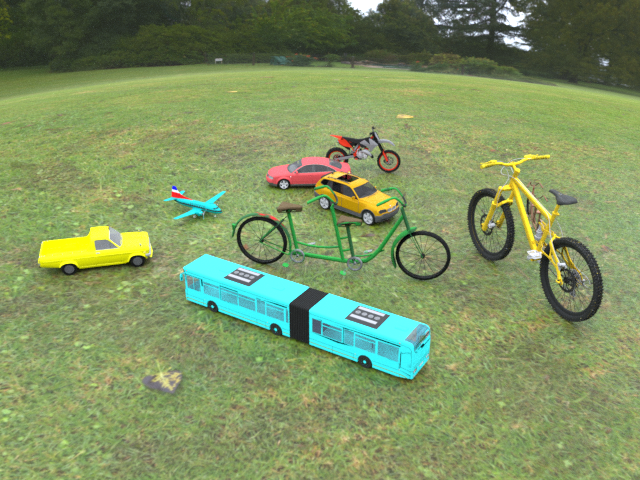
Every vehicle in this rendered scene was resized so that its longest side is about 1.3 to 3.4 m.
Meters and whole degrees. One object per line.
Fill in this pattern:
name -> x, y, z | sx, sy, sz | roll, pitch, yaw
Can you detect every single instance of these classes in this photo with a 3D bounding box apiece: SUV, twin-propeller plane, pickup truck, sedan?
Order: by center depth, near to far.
pickup truck -> -3.307, 0.111, 10.338 | 1.603, 0.511, 0.640 | -7, 27, -13
twin-propeller plane -> -2.125, -0.654, 12.000 | 1.095, 0.407, 1.370 | 14, 30, 26
SUV -> 0.617, -0.758, 12.015 | 1.572, 0.580, 0.656 | 22, 34, 37
sedan -> -0.210, -1.288, 13.194 | 1.613, 0.483, 0.635 | -1, 26, -2

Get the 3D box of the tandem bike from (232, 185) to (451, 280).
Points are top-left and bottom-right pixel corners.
tandem bike -> 0.259, -0.135, 9.917 | 3.192, 1.326, 0.550 | 6, 27, 11

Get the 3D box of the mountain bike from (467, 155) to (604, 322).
mountain bike -> 2.853, -0.132, 9.504 | 1.114, 1.688, 2.857 | -10, 28, -19

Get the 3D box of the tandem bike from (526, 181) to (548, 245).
tandem bike -> 3.495, -0.480, 11.339 | 0.283, 0.682, 1.642 | 3, 27, 7

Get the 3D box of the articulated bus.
articulated bus -> -0.287, 0.887, 8.716 | 3.401, 0.561, 0.605 | 16, 30, 28

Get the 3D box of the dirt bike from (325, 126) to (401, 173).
dirt bike -> 0.844, -1.755, 13.716 | 1.493, 0.857, 0.527 | 5, 27, 9
